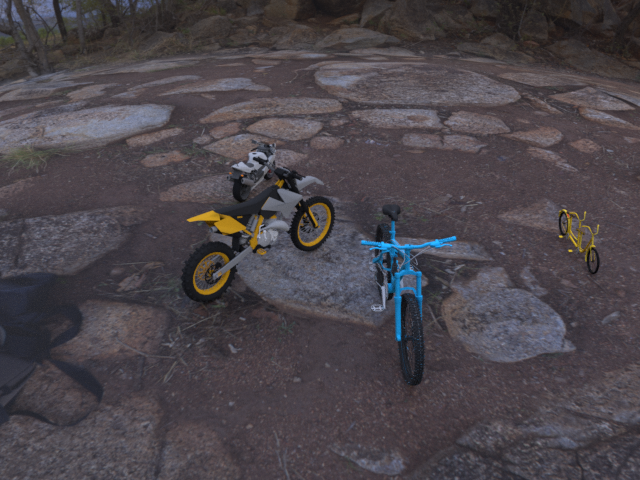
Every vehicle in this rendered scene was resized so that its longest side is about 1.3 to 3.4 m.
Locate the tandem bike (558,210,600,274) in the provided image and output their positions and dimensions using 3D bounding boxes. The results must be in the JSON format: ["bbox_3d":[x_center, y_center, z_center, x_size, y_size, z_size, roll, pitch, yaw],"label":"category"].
[{"bbox_3d":[4.066,-0.110,10.982,0.283,0.682,1.642,-2,30,-3],"label":"tandem bike"}]

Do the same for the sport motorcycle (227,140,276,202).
[{"bbox_3d":[-1.211,-1.304,12.952,0.506,0.821,1.520,12,32,21],"label":"sport motorcycle"}]

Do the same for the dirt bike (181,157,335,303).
[{"bbox_3d":[-0.831,-0.230,10.195,2.903,1.666,1.024,-26,38,-37],"label":"dirt bike"}]

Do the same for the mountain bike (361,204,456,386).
[{"bbox_3d":[0.981,0.478,8.920,1.114,1.688,2.857,-3,30,-4],"label":"mountain bike"}]
